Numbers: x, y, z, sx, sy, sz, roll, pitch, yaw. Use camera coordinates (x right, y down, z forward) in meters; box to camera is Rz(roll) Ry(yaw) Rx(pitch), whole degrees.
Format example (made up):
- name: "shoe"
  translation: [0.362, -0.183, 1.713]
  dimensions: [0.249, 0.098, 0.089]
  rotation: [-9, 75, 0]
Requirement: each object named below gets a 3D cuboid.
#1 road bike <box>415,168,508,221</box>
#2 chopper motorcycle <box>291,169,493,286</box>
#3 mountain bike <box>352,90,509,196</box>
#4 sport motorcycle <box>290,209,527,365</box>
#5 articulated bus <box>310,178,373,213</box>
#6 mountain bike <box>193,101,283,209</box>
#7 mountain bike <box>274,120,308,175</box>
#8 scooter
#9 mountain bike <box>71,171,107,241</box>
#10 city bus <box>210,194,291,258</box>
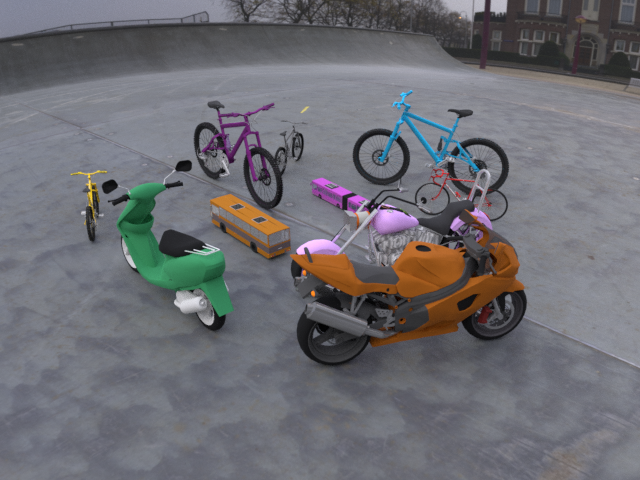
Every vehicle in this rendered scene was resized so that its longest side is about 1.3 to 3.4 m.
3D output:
- name: "road bike"
  translation: [2.365, -0.752, 11.711]
  dimensions: [1.545, 0.852, 0.358]
  rotation: [7, 28, 13]
- name: "chopper motorcycle"
  translation: [1.062, -0.118, 9.781]
  dimensions: [3.040, 1.480, 0.906]
  rotation: [-9, 29, -18]
- name: "mountain bike"
  translation: [1.980, -1.691, 12.629]
  dimensions: [2.857, 1.688, 1.114]
  rotation: [8, 28, 15]
- name: "sport motorcycle"
  translation: [1.110, 0.629, 8.192]
  dimensions: [2.955, 1.596, 0.983]
  rotation: [-6, 28, -12]
- name: "articulated bus"
  translation: [0.465, -0.691, 12.210]
  dimensions: [0.311, 0.289, 1.749]
  rotation: [-19, 33, -33]
- name: "mountain bike"
  translation: [-1.542, -1.646, 12.542]
  dimensions: [1.114, 1.688, 2.857]
  rotation: [-20, 33, -34]
- name: "mountain bike"
  translation: [-0.605, -1.850, 13.841]
  dimensions: [0.573, 0.868, 1.469]
  rotation: [9, 29, 18]
- name: "scooter"
  translation: [-2.013, 0.006, 9.202]
  dimensions: [1.288, 1.786, 2.721]
  rotation: [-21, 34, -36]
- name: "mountain bike"
  translation: [-3.720, -0.601, 11.398]
  dimensions: [0.573, 0.868, 1.469]
  rotation: [-5, 28, -11]
- name: "city bus"
  translation: [-1.128, -0.220, 11.101]
  dimensions: [0.476, 0.460, 1.674]
  rotation: [-20, 33, -34]
